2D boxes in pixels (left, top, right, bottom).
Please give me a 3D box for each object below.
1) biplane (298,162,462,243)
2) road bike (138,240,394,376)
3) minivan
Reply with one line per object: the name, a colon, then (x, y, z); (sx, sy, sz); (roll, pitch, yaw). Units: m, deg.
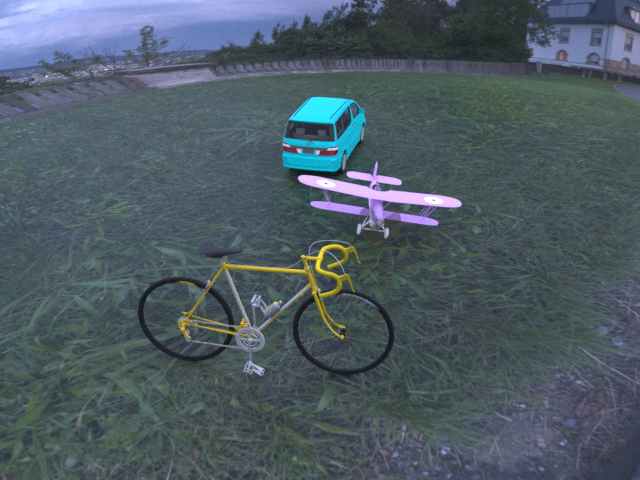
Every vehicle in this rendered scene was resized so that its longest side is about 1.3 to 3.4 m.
biplane: (0.963, -0.673, 11.510); (2.598, 0.981, 2.120); (1, 27, 1)
road bike: (-0.653, 0.775, 7.945); (3.004, 1.656, 0.696); (4, 27, 7)
minivan: (0.152, -2.323, 14.493); (1.324, 1.197, 3.011); (7, 28, 13)
